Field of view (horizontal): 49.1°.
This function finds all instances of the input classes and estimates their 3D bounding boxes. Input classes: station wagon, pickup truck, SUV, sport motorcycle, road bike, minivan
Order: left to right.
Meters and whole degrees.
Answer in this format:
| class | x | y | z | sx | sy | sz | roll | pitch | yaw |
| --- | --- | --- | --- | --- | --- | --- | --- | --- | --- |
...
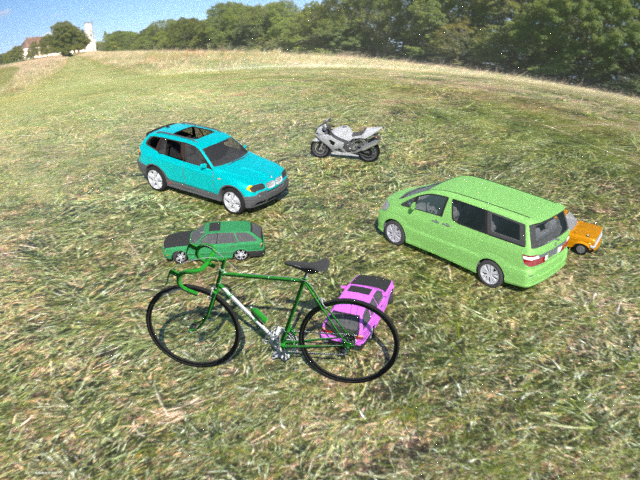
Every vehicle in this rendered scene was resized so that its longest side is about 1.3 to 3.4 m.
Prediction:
| class | x | y | z | sx | sy | sz | roll | pitch | yaw |
| --- | --- | --- | --- | --- | --- | --- | --- | --- | --- |
| SUV | -2.040 | -1.428 | 13.060 | 3.058 | 1.128 | 1.276 | 17 | 32 | 29 |
| station wagon | -1.673 | -0.003 | 10.998 | 1.597 | 0.473 | 0.682 | -3 | 27 | -5 |
| road bike | -0.584 | 0.872 | 7.997 | 3.004 | 1.656 | 0.697 | 4 | 27 | 8 |
| sport motorcycle | 0.541 | -2.073 | 14.653 | 1.520 | 0.821 | 0.506 | 6 | 28 | 11 |
| station wagon | 0.538 | 0.847 | 9.342 | 0.682 | 0.473 | 1.597 | 10 | 29 | 18 |
| minivan | 2.264 | -0.305 | 10.796 | 1.324 | 1.197 | 3.011 | -23 | 35 | -38 |
| pickup truck | 3.764 | -0.241 | 11.423 | 1.603 | 0.511 | 0.640 | 16 | 31 | 28 |
